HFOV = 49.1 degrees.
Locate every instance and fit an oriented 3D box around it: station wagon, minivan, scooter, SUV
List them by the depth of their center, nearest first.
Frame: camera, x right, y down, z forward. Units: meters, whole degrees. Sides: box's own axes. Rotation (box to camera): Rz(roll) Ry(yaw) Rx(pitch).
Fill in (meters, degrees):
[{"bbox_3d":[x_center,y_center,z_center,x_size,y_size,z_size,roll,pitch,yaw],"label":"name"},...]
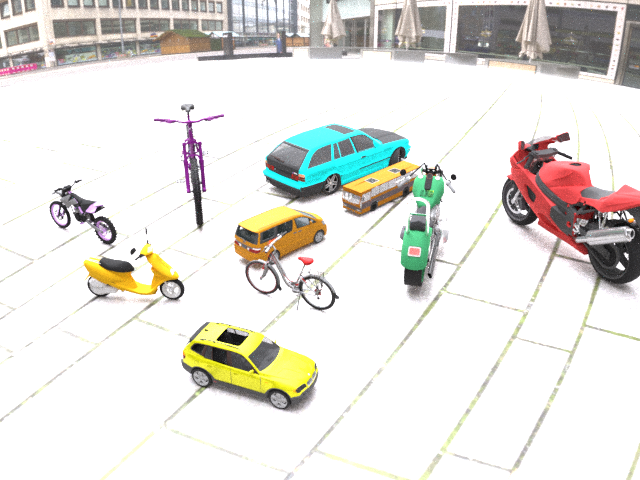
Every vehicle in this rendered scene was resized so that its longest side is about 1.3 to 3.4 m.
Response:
[{"bbox_3d":[-0.794,1.352,7.851,1.572,0.580,0.656,11,30,20],"label":"SUV"},{"bbox_3d":[-2.517,0.379,9.335,1.399,0.919,0.662,2,28,4],"label":"scooter"},{"bbox_3d":[-0.570,-0.153,10.672,0.681,0.616,1.548,25,37,39],"label":"minivan"},{"bbox_3d":[0.411,-1.689,13.262,3.105,0.920,1.327,-24,36,-38],"label":"station wagon"}]

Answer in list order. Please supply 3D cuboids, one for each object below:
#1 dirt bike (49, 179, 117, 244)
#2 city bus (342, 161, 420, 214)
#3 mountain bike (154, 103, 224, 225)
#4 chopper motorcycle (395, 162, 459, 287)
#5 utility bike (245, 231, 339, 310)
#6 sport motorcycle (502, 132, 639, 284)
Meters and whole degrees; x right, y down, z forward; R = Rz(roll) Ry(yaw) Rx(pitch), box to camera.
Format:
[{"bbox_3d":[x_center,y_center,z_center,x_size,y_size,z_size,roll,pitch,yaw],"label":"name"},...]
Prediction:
[{"bbox_3d":[-3.766,-0.449,10.974,1.493,0.857,0.527,16,32,28],"label":"dirt bike"},{"bbox_3d":[1.099,-0.917,12.289,0.476,0.460,1.674,24,36,38],"label":"city bus"},{"bbox_3d":[-2.190,-1.457,11.996,1.114,1.688,2.857,-6,28,-10],"label":"mountain bike"},{"bbox_3d":[1.585,-0.498,10.398,0.906,1.480,3.040,7,28,12],"label":"chopper motorcycle"},{"bbox_3d":[-0.413,0.447,9.177,1.435,0.946,0.535,14,31,24],"label":"utility bike"},{"bbox_3d":[3.724,-0.548,10.368,0.983,1.596,2.955,-12,30,-22],"label":"sport motorcycle"}]
